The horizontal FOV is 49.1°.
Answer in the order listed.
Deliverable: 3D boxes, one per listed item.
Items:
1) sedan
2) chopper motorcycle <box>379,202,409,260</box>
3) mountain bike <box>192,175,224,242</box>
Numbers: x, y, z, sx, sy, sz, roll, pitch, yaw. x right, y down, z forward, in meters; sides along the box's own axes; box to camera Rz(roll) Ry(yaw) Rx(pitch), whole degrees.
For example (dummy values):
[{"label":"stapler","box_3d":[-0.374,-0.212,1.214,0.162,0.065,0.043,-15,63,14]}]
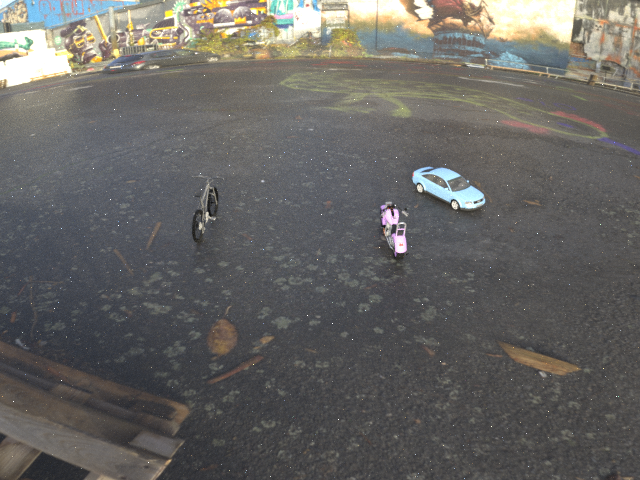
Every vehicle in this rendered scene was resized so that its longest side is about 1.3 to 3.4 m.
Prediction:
[{"label":"sedan","box_3d":[2.444,-1.033,13.343,0.635,0.483,1.613,-20,35,-31]},{"label":"chopper motorcycle","box_3d":[1.212,-0.281,11.708,0.466,0.761,1.563,-3,29,-5]},{"label":"mountain bike","box_3d":[-1.990,-0.592,12.156,0.573,0.868,1.469,4,29,7]}]
